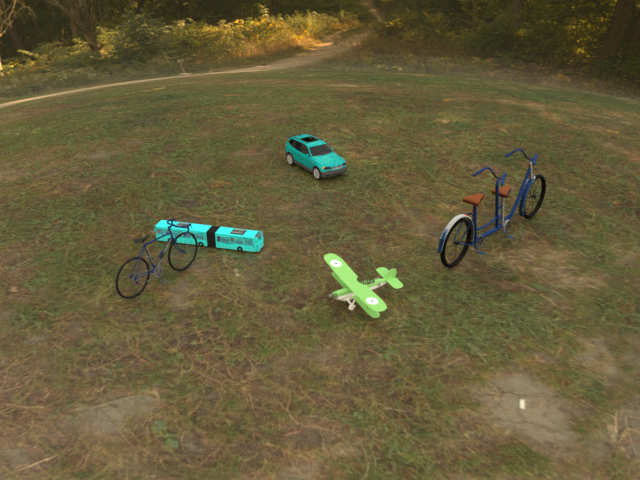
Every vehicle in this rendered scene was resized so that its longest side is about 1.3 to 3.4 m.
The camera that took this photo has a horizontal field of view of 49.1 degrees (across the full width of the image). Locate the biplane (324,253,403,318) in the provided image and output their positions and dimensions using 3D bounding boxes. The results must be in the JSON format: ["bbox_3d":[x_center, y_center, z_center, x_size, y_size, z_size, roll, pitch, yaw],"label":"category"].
[{"bbox_3d":[0.591,0.636,9.399,1.090,0.504,1.336,-15,30,-27],"label":"biplane"}]

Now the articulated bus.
[{"bbox_3d":[-1.761,-0.065,11.041,1.749,0.289,0.311,7,27,13],"label":"articulated bus"}]

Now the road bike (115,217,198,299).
[{"bbox_3d":[-2.273,0.228,9.825,0.358,0.852,1.545,17,31,31],"label":"road bike"}]

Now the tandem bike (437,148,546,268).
[{"bbox_3d":[2.774,-0.576,10.904,0.550,1.326,3.192,23,34,38],"label":"tandem bike"}]

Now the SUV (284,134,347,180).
[{"bbox_3d":[-0.103,-1.696,13.975,0.656,0.580,1.572,-17,31,-30],"label":"SUV"}]
